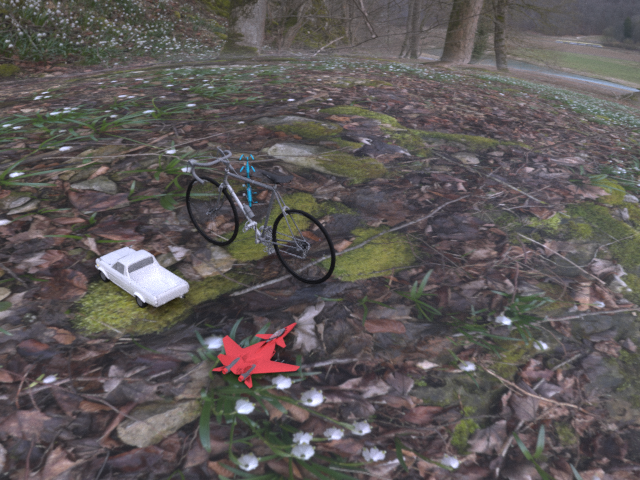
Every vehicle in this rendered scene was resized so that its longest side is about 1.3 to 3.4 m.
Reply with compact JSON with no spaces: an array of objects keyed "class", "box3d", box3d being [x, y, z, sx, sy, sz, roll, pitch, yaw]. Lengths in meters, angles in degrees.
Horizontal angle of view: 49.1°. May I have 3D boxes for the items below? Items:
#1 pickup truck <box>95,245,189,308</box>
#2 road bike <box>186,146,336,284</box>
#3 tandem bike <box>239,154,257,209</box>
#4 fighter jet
[{"class":"pickup truck","box3d":[-2.562,0.479,9.992,1.603,0.511,0.640,25,37,38]},{"class":"road bike","box3d":[-0.972,-0.388,10.379,3.004,1.656,0.697,21,35,33]},{"class":"tandem bike","box3d":[-1.295,-1.080,12.649,0.283,0.682,1.642,-3,29,-6]},{"class":"fighter jet","box3d":[-0.686,1.294,8.742,1.147,0.286,1.358,18,33,29]}]
